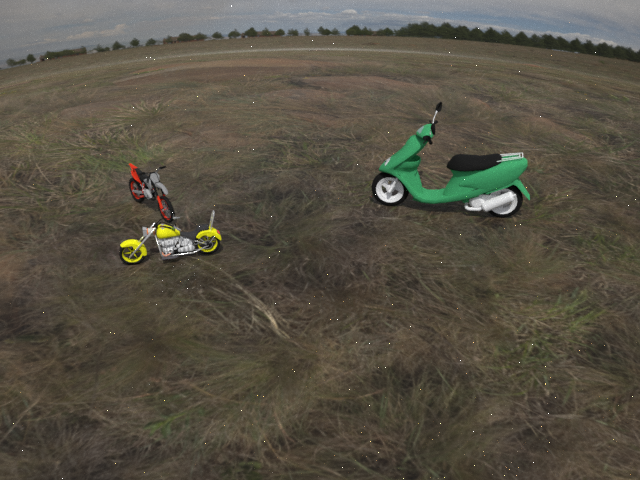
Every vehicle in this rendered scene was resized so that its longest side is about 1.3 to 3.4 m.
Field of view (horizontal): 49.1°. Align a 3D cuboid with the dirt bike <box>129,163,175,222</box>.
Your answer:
[{"bbox_3d":[-2.954,-0.883,12.173,0.527,0.857,1.493,-23,37,-35],"label":"dirt bike"}]

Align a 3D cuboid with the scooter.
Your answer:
[{"bbox_3d":[2.244,-1.286,11.943,2.721,1.786,1.288,7,30,11],"label":"scooter"}]

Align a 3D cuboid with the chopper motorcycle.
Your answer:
[{"bbox_3d":[-2.313,-0.039,10.793,1.563,0.761,0.466,-7,30,-11],"label":"chopper motorcycle"}]
